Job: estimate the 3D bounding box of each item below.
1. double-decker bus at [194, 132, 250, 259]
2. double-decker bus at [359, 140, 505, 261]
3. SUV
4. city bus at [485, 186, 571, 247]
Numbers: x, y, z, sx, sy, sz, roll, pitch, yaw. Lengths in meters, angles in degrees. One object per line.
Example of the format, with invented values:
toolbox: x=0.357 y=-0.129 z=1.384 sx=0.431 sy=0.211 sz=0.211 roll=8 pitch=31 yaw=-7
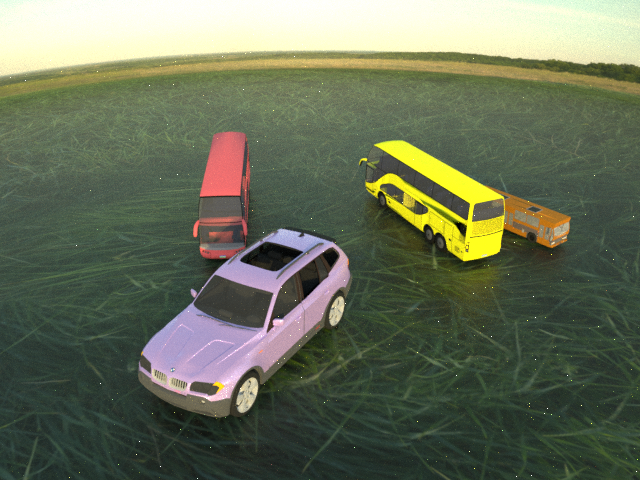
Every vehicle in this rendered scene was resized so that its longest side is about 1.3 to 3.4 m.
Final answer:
double-decker bus: x=-1.514 y=-0.778 z=11.373 sx=0.756 sy=1.052 sz=3.251 roll=-2 pitch=27 yaw=-3
double-decker bus: x=1.715 y=-0.747 z=11.311 sx=0.756 sy=1.052 sz=3.251 roll=-12 pitch=29 yaw=-22
SUV: x=-0.756 y=0.801 z=8.127 sx=1.276 sy=1.128 sz=3.058 roll=15 pitch=30 yaw=27
city bus: x=3.153 y=-0.379 z=11.236 sx=0.476 sy=0.460 sz=1.674 roll=-20 pitch=33 yaw=-34
